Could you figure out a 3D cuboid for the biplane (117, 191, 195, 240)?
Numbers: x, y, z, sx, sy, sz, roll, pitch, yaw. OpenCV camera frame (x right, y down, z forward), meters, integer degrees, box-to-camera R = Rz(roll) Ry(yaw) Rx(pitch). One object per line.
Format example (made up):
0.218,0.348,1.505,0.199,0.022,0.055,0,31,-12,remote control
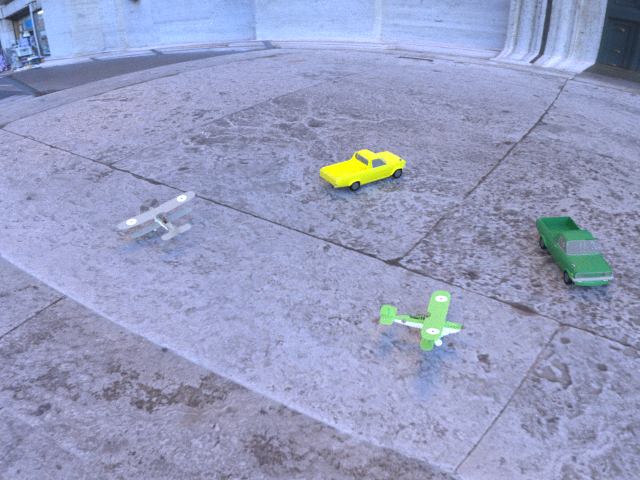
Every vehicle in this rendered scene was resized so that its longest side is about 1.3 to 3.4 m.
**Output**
-2.478,-0.286,11.026,1.336,0.504,1.090,-21,37,-31,biplane

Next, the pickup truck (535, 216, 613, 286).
3.749,0.093,10.392,0.640,0.511,1.603,-3,31,-4,pickup truck

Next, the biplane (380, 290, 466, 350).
1.301,1.022,8.855,1.090,0.504,1.336,8,32,13,biplane

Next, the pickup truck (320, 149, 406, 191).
0.794,-1.325,12.745,1.603,0.511,0.640,-18,36,-27,pickup truck
